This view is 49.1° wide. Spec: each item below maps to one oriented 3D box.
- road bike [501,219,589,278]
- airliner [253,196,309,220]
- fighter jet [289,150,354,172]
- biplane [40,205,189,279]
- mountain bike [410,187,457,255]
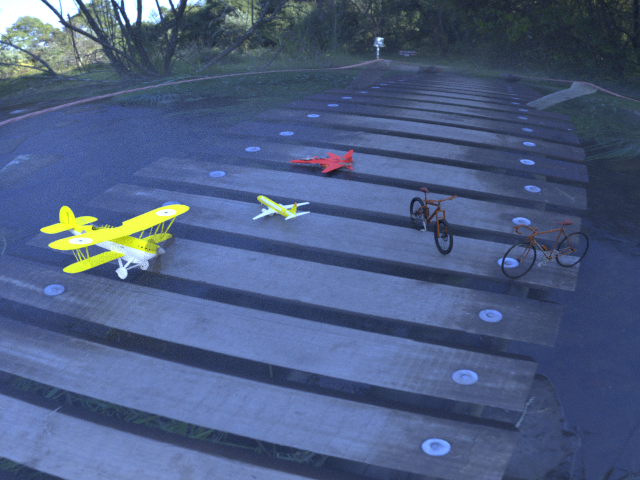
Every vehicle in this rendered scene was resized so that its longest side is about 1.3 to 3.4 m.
[{"bbox_3d":[3.359,0.108,10.341,1.545,0.852,0.358,-10,29,-18],"label":"road bike"},{"bbox_3d":[-0.757,-0.651,12.295,1.161,0.429,1.307,-18,32,-32],"label":"airliner"},{"bbox_3d":[0.024,-1.677,14.466,1.358,0.286,1.147,3,27,5],"label":"fighter jet"},{"bbox_3d":[-3.115,-0.043,10.495,2.120,0.981,2.598,14,30,26],"label":"biplane"},{"bbox_3d":[1.787,-0.383,11.287,0.573,0.868,1.469,-9,28,-16],"label":"mountain bike"}]
